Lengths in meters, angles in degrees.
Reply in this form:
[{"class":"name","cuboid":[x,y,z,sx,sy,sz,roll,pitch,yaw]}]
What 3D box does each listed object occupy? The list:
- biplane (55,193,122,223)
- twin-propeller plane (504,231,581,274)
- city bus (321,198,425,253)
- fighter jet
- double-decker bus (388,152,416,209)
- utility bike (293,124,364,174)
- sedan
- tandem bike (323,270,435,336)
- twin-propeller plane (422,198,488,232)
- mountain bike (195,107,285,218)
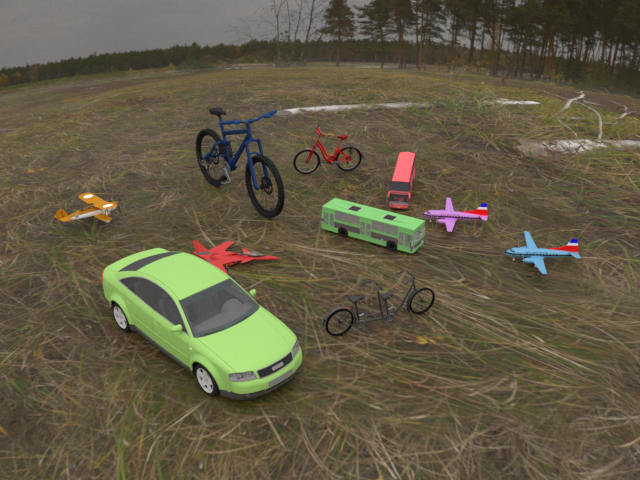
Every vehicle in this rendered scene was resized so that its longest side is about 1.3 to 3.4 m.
[{"class":"biplane","cuboid":[-3.853,-0.484,11.677,1.090,0.504,1.336,-19,33,-33]},{"class":"twin-propeller plane","cuboid":[3.338,0.148,10.544,1.095,0.407,1.370,2,27,4]},{"class":"city bus","cuboid":[0.834,-0.223,11.213,1.674,0.460,0.476,16,31,28]},{"class":"fighter jet","cuboid":[-1.271,0.213,10.550,1.358,0.286,1.147,-1,27,-2]},{"class":"double-decker bus","cuboid":[1.521,-1.089,12.823,0.389,0.541,1.672,5,27,10]},{"class":"utility bike","cuboid":[0.191,-1.730,13.635,1.435,0.946,0.535,-5,28,-11]},{"class":"sedan","cuboid":[-1.522,0.847,8.587,1.235,0.940,3.137,-24,36,-39]},{"class":"tandem bike","cuboid":[0.780,0.801,8.961,1.642,0.682,0.283,-12,29,-22]},{"class":"twin-propeller plane","cuboid":[2.262,-0.459,11.735,1.095,0.407,1.370,4,27,8]},{"class":"mountain bike","cuboid":[-1.488,-1.490,12.348,1.114,1.688,2.857,-19,33,-33]}]
